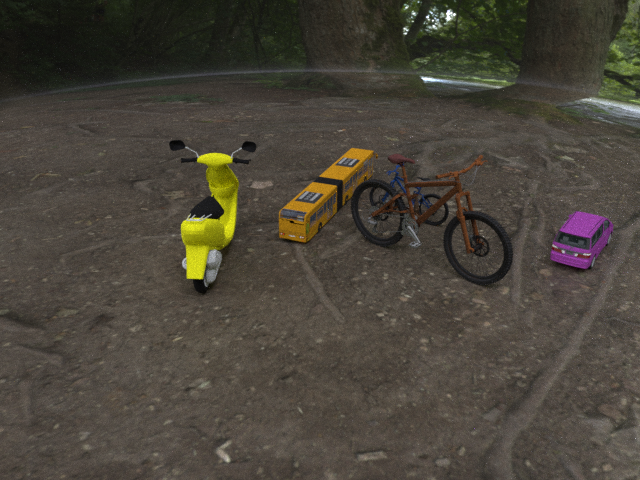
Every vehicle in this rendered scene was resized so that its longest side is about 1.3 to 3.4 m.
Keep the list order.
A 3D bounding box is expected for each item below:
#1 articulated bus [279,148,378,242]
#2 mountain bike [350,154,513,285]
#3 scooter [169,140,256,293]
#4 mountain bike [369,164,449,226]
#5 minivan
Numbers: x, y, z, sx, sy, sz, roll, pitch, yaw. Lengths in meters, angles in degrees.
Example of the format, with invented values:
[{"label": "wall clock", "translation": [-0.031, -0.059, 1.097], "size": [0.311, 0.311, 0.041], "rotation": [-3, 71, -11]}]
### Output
[{"label": "articulated bus", "translation": [0.208, -0.877, 12.444], "size": [0.605, 0.561, 3.401], "rotation": [10, 28, 20]}, {"label": "mountain bike", "translation": [1.558, -0.421, 10.249], "size": [2.857, 1.688, 1.114], "rotation": [22, 34, 38]}, {"label": "scooter", "translation": [-1.582, -0.505, 10.308], "size": [1.288, 1.786, 2.721], "rotation": [1, 26, 3]}, {"label": "mountain bike", "translation": [1.498, -0.751, 11.843], "size": [1.469, 0.868, 0.573], "rotation": [15, 30, 28]}, {"label": "minivan", "translation": [4.070, -0.086, 10.781], "size": [0.681, 0.616, 1.548], "rotation": [17, 31, 30]}]
